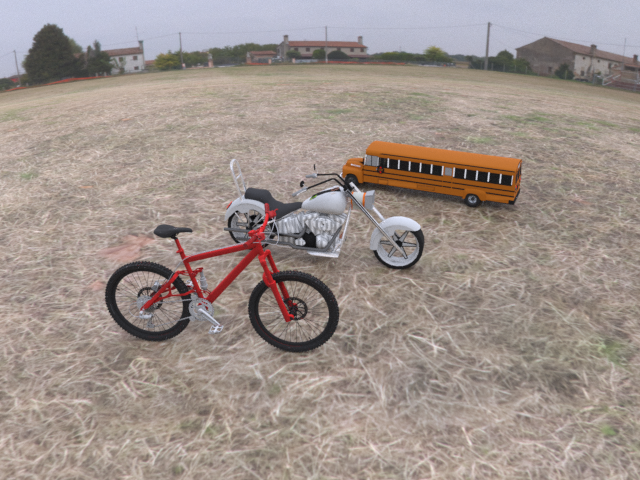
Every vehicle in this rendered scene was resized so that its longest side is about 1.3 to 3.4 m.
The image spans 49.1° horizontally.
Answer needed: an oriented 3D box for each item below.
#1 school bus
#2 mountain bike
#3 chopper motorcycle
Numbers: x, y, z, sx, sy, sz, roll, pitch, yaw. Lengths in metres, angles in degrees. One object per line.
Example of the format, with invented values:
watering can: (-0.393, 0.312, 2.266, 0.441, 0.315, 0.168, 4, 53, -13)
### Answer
school bus: (1.981, -1.255, 12.920, 3.322, 0.844, 0.709, 11, 28, 21)
mountain bike: (-1.192, 0.532, 8.224, 2.857, 1.688, 1.114, 3, 26, 7)
chopper motorcycle: (0.037, -0.386, 10.376, 3.040, 1.480, 0.906, 6, 26, 11)
